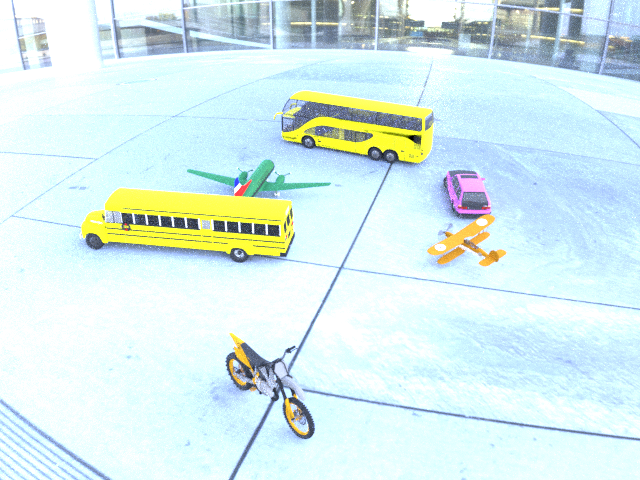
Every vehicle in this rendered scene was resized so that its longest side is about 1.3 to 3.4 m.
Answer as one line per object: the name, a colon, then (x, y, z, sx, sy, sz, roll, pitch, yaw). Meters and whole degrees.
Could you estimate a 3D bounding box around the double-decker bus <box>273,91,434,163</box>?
double-decker bus: (0.662, -2.309, 14.148, 3.251, 1.052, 0.756, 13, 32, 22)

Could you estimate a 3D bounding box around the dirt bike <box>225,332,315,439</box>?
dirt bike: (-0.565, 1.511, 7.561, 0.527, 0.857, 1.493, -24, 37, -36)

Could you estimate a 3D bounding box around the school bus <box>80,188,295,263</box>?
school bus: (-2.076, -0.260, 10.721, 3.322, 0.844, 0.709, 5, 30, 8)

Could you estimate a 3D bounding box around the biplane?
biplane: (2.219, 0.105, 10.417, 1.336, 0.504, 1.090, -20, 35, -32)

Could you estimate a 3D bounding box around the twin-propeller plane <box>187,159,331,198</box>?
twin-propeller plane: (-1.151, -1.077, 12.225, 2.663, 0.792, 2.129, 6, 30, 11)

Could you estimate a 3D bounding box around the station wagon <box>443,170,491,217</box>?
station wagon: (2.583, -0.910, 12.253, 0.682, 0.473, 1.597, 1, 29, 2)
